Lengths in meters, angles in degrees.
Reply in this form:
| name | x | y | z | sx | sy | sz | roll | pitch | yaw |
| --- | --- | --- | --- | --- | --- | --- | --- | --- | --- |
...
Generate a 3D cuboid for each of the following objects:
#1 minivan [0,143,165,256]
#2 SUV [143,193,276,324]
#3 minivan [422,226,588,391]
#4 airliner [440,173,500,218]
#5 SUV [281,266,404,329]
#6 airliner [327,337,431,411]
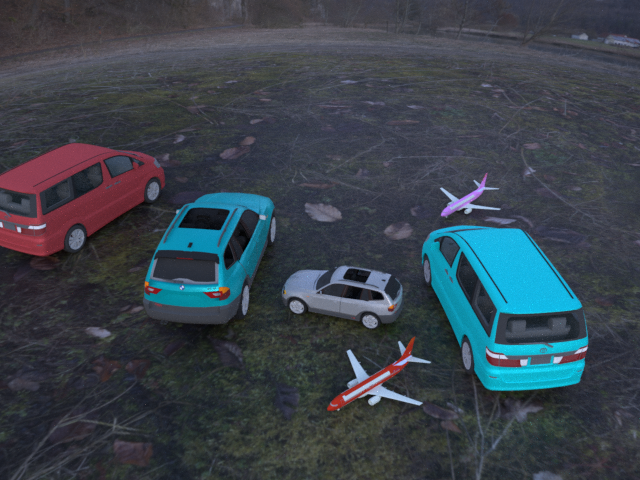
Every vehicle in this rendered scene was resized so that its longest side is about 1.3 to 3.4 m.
| name | x | y | z | sx | sy | sz | roll | pitch | yaw |
| --- | --- | --- | --- | --- | --- | --- | --- | --- | --- |
| minivan | -3.707 | -0.841 | 10.946 | 1.324 | 1.197 | 3.011 | 13 | 32 | 22 |
| SUV | -1.418 | 0.013 | 9.504 | 1.276 | 1.128 | 3.058 | 4 | 30 | 6 |
| minivan | 2.115 | 0.530 | 8.518 | 1.324 | 1.197 | 3.011 | -3 | 30 | -6 |
| airliner | 2.389 | -0.725 | 11.521 | 1.161 | 0.429 | 1.307 | 25 | 38 | 37 |
| SUV | 0.288 | 0.648 | 8.935 | 1.572 | 0.580 | 0.656 | 10 | 31 | 16 |
| airliner | 0.584 | 1.470 | 7.633 | 1.307 | 0.429 | 1.161 | -22 | 36 | -33 |
